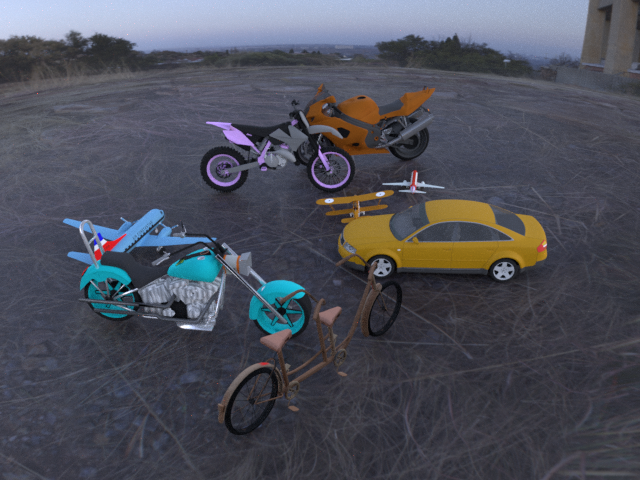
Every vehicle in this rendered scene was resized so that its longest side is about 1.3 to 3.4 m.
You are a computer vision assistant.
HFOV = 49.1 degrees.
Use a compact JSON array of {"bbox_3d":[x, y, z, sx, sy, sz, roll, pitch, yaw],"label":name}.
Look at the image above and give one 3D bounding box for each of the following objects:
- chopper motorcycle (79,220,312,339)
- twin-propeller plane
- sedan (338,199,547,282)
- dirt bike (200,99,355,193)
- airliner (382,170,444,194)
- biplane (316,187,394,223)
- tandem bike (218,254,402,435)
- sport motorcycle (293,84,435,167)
[{"bbox_3d":[-1.626,0.509,8.954,3.040,1.480,0.906,4,28,7],"label":"chopper motorcycle"},{"bbox_3d":[-2.945,-0.130,10.928,2.663,0.792,2.129,7,28,14],"label":"twin-propeller plane"},{"bbox_3d":[1.843,-0.070,10.653,3.137,0.940,1.235,1,28,3],"label":"sedan"},{"bbox_3d":[-0.791,-1.652,12.904,2.903,1.666,1.024,1,27,1],"label":"dirt bike"},{"bbox_3d":[1.788,-1.174,13.327,1.161,0.429,1.307,4,28,8],"label":"airliner"},{"bbox_3d":[0.594,-0.534,12.015,1.336,0.504,1.090,1,28,2],"label":"biplane"},{"bbox_3d":[0.023,1.065,8.053,0.550,1.326,3.192,22,35,36],"label":"tandem bike"},{"bbox_3d":[0.893,-2.322,14.269,2.955,1.596,0.983,-6,28,-11],"label":"sport motorcycle"}]
